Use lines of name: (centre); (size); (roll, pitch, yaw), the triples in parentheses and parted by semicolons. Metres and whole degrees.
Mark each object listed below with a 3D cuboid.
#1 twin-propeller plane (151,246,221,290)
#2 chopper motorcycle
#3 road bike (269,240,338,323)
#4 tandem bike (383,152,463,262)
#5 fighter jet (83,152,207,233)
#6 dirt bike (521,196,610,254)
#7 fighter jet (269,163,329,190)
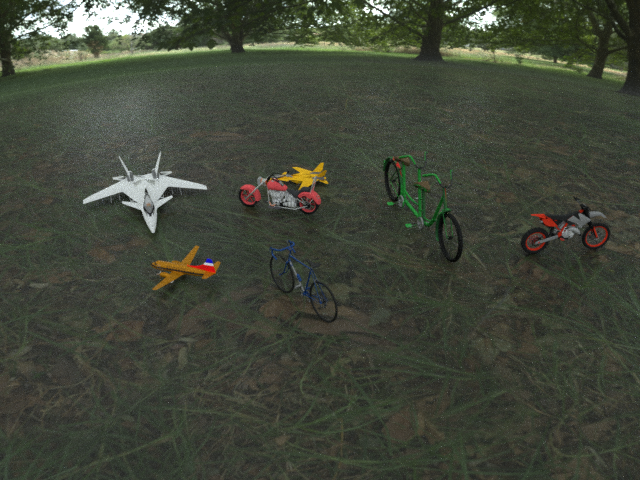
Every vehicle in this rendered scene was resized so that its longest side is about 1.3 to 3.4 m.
twin-propeller plane: (-2.060, 0.389, 10.486); (1.095, 0.407, 1.370); (9, 29, 16)
chopper motorcycle: (-0.730, -0.873, 12.464); (1.563, 0.761, 0.466); (10, 30, 17)
road bike: (-0.252, 0.549, 9.717); (0.358, 0.852, 1.545); (-21, 34, -33)
tandem bike: (1.677, -0.818, 11.764); (0.550, 1.326, 3.192); (-8, 29, -15)
fighter jet: (-3.144, -0.866, 12.667); (2.229, 0.557, 2.640); (-8, 29, -15)
dirt bike: (3.926, -0.197, 11.102); (1.493, 0.857, 0.527); (-4, 28, -7)
fighter jet: (-0.545, -1.272, 13.710); (1.358, 0.286, 1.147); (-4, 28, -7)
